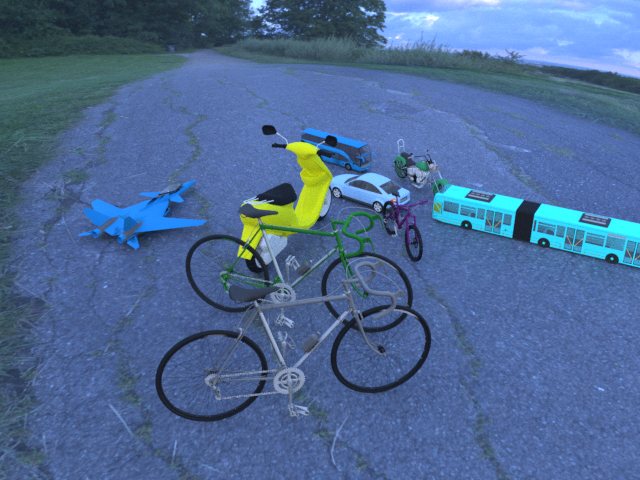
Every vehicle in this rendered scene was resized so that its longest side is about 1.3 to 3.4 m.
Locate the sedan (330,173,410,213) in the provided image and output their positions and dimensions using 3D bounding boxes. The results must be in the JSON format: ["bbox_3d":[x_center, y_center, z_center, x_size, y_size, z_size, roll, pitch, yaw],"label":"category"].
[{"bbox_3d":[0.849,-0.927,12.467,1.613,0.483,0.635,22,35,35],"label":"sedan"}]

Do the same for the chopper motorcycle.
[{"bbox_3d":[1.876,-1.287,12.856,0.466,0.761,1.563,-16,31,-27],"label":"chopper motorcycle"}]

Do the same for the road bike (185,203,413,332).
[{"bbox_3d":[-0.317,0.334,8.793,3.004,1.656,0.697,7,28,13],"label":"road bike"}]

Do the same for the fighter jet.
[{"bbox_3d":[-2.836,-0.689,11.934,2.229,0.557,2.640,11,30,20],"label":"fighter jet"}]

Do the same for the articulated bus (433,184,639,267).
[{"bbox_3d":[3.474,-0.256,11.102,3.401,0.561,0.605,15,31,26],"label":"articulated bus"}]

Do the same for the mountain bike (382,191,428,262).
[{"bbox_3d":[1.269,-0.289,10.834,0.573,0.868,1.469,-8,29,-15],"label":"mountain bike"}]

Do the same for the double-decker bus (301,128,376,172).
[{"bbox_3d":[0.330,-1.806,14.084,1.672,0.541,0.389,21,34,35],"label":"double-decker bus"}]

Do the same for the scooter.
[{"bbox_3d":[-0.454,-0.724,10.675,1.288,1.786,2.721,13,30,24],"label":"scooter"}]

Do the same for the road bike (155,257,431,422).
[{"bbox_3d":[-0.219,1.093,7.343,3.004,1.656,0.697,-7,28,-13],"label":"road bike"}]
